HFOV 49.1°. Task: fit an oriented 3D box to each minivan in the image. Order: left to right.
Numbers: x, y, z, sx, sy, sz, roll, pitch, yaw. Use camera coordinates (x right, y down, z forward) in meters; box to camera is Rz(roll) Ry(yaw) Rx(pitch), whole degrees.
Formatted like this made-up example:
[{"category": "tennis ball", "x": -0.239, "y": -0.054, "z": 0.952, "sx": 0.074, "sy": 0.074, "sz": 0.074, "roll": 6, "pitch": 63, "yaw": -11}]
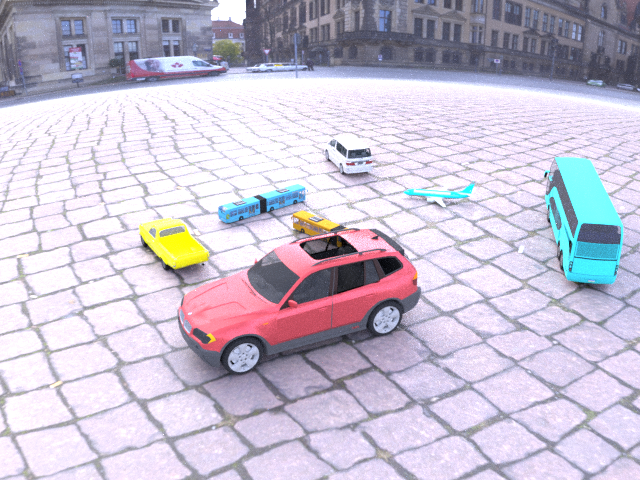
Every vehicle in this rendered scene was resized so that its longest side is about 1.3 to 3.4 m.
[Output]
[{"category": "minivan", "x": 0.573, "y": -1.828, "z": 14.521, "sx": 0.681, "sy": 0.616, "sz": 1.548, "roll": -8, "pitch": 26, "yaw": -16}]

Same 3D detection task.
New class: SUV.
[{"category": "SUV", "x": -0.230, "y": 0.637, "z": 8.693, "sx": 3.058, "sy": 1.128, "sz": 1.276, "roll": -12, "pitch": 28, "yaw": -23}]

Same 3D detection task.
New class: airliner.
[{"category": "airliner", "x": 2.191, "y": -0.928, "z": 12.830, "sx": 1.307, "sy": 0.429, "sz": 1.161, "roll": 6, "pitch": 26, "yaw": 13}]

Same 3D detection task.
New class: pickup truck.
[{"category": "pickup truck", "x": -2.273, "y": 0.004, "z": 10.759, "sx": 0.640, "sy": 0.511, "sz": 1.603, "roll": -15, "pitch": 29, "yaw": -28}]

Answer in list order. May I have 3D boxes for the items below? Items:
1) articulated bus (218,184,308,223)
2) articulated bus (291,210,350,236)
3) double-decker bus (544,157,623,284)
[{"category": "articulated bus", "x": -0.992, "y": -0.656, "z": 12.419, "sx": 1.749, "sy": 0.289, "sz": 0.311, "roll": -19, "pitch": 31, "yaw": -35}, {"category": "articulated bus", "x": 0.231, "y": -0.097, "z": 11.233, "sx": 1.749, "sy": 0.289, "sz": 0.311, "roll": 23, "pitch": 33, "yaw": 39}, {"category": "double-decker bus", "x": 4.080, "y": -0.426, "z": 11.036, "sx": 0.756, "sy": 1.052, "sz": 3.251, "roll": 5, "pitch": 26, "yaw": 10}]
